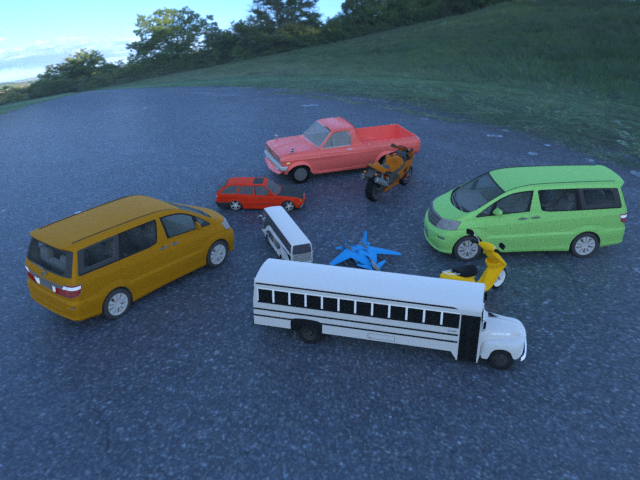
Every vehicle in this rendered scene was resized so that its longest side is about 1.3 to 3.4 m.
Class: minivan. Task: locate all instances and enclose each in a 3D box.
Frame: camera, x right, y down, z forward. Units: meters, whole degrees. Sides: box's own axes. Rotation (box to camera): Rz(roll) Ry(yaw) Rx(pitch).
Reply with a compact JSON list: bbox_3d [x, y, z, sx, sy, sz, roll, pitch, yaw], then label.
[{"bbox_3d":[-2.554,0.051,9.875,1.324,1.197,3.011,19,31,34],"label":"minivan"},{"bbox_3d":[3.169,-0.475,10.968,3.011,1.197,1.324,-2,26,-4],"label":"minivan"}]

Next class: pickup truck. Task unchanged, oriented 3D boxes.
[{"bbox_3d":[0.452,-1.936,14.234,3.117,0.993,1.244,-9,27,-19],"label":"pickup truck"}]

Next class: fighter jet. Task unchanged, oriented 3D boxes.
[{"bbox_3d":[0.729,0.270,10.471,1.147,0.286,1.358,-8,27,-17],"label":"fighter jet"}]

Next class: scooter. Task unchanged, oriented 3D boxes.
[{"bbox_3d":[2.087,0.406,9.459,1.399,0.919,0.662,-18,31,-33],"label":"scooter"}]

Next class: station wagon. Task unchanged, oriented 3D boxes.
[{"bbox_3d":[-1.060,-0.847,12.572,1.597,0.473,0.682,1,26,2],"label":"station wagon"}]

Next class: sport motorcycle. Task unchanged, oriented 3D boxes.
[{"bbox_3d":[1.307,-1.268,13.046,0.506,0.821,1.520,19,32,34],"label":"sport motorcycle"}]

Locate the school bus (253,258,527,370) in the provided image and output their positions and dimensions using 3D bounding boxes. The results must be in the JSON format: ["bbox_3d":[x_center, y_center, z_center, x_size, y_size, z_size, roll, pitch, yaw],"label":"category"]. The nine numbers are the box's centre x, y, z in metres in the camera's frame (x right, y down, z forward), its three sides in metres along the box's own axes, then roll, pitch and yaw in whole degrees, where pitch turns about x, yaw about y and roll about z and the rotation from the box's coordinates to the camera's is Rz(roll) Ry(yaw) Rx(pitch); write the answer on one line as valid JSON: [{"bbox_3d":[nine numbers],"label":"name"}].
[{"bbox_3d":[0.845,0.867,8.589,3.322,0.844,0.709,6,26,13],"label":"school bus"}]

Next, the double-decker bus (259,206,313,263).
[{"bbox_3d":[-0.538,-0.038,10.816,0.389,0.541,1.672,-9,27,-18],"label":"double-decker bus"}]
